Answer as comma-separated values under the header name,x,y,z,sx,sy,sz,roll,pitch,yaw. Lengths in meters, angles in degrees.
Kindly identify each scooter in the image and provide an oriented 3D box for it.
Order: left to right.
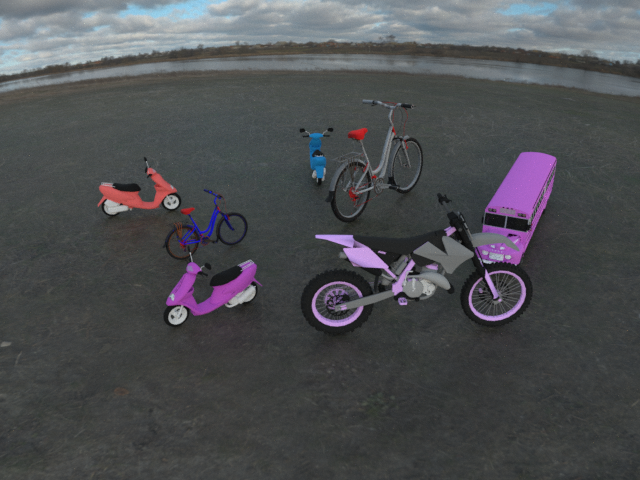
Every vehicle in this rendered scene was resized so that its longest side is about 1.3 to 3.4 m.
name,x,y,z,sx,sy,sz,roll,pitch,yaw
scooter,-3.102,-0.876,11.961,1.399,0.919,0.662,-6,27,-12
scooter,-1.386,0.556,9.028,1.399,0.919,0.662,-16,30,-30
scooter,-0.055,-1.683,13.613,0.662,0.919,1.399,-2,26,-4

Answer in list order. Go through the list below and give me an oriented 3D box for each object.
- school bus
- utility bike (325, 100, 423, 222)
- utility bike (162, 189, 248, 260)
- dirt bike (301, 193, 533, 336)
name,x,y,z,sx,sy,sz,roll,pitch,yaw
school bus,3.220,-0.539,11.355,0.709,0.844,3.322,11,28,22
utility bike,0.933,-1.451,12.090,1.039,1.839,2.791,20,33,36
utility bike,-1.770,-0.262,10.672,1.435,0.946,0.535,-17,31,-30
dirt bike,1.210,0.385,8.526,2.903,1.666,1.024,-2,26,-4
